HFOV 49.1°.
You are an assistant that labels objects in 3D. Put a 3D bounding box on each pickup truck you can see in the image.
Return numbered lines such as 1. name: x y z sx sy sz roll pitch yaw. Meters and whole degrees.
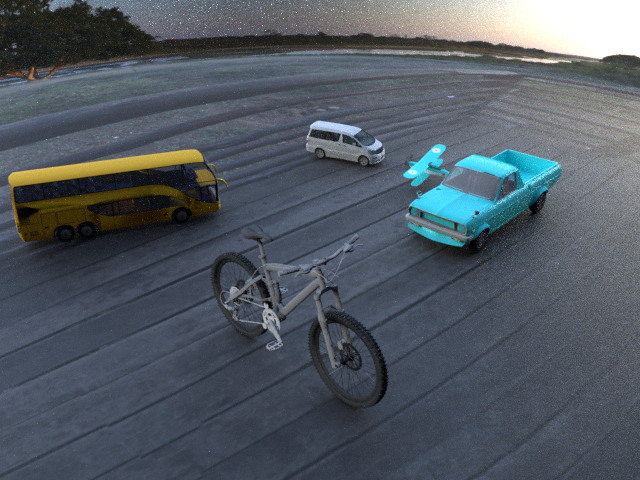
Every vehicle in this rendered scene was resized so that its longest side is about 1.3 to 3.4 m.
1. pickup truck: 2.726 -0.822 11.341 1.244 0.993 3.117 23 36 36

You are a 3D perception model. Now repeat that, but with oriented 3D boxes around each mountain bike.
1. mountain bike: -0.342 0.698 7.767 1.114 1.688 2.857 -25 37 -38

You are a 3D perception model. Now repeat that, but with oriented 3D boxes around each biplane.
1. biplane: 2.040 -1.263 12.683 1.090 0.504 1.336 19 33 31

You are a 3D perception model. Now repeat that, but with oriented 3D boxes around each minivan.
1. minivan: 0.514 -1.913 13.778 1.548 0.616 0.681 13 31 23

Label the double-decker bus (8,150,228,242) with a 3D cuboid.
1. double-decker bus: -3.132 -0.731 11.109 3.251 1.052 0.756 -10 30 -18
